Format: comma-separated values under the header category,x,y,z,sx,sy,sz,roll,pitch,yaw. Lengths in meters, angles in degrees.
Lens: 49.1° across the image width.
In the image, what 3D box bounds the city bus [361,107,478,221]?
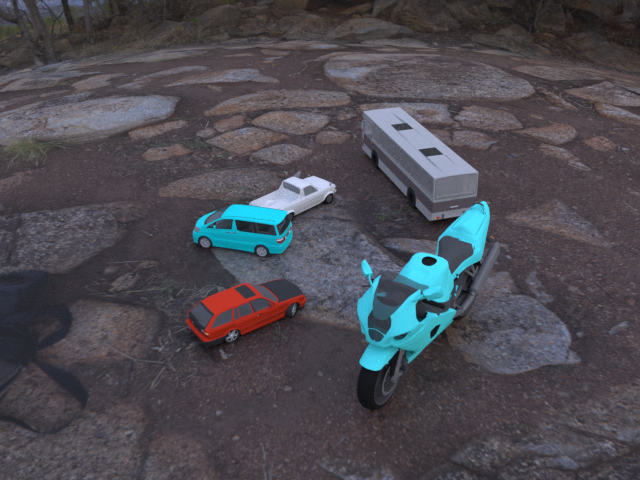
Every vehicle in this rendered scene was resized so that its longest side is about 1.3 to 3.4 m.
category,x,y,z,sx,sy,sz,roll,pitch,yaw
city bus,1.699,-1.420,12.683,0.926,0.894,3.255,-9,32,-15

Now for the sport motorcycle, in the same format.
category,x,y,z,sx,sy,sz,roll,pitch,yaw
sport motorcycle,1.286,0.721,8.350,0.983,1.596,2.955,19,36,29

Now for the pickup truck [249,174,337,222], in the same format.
category,x,y,z,sx,sy,sz,roll,pitch,yaw
pickup truck,-0.446,-0.746,11.915,0.640,0.511,1.603,26,39,37

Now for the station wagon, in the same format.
category,x,y,z,sx,sy,sz,roll,pitch,yaw
station wagon,-0.941,0.858,9.225,1.597,0.473,0.682,-20,36,-30

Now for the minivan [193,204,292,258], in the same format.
category,x,y,z,sx,sy,sz,roll,pitch,yaw
minivan,-1.222,-0.196,10.876,1.548,0.616,0.681,8,31,14
